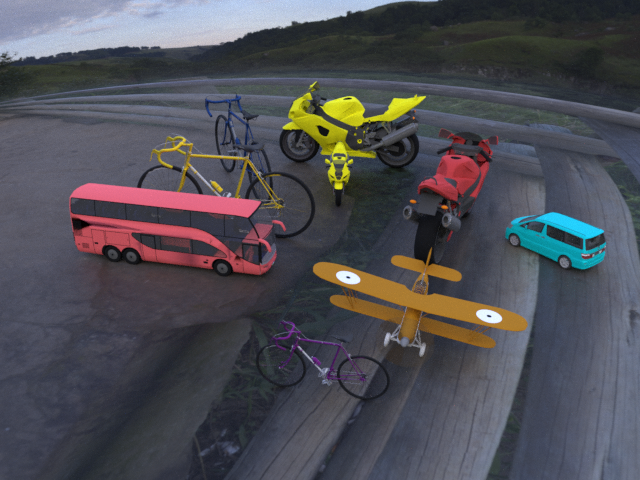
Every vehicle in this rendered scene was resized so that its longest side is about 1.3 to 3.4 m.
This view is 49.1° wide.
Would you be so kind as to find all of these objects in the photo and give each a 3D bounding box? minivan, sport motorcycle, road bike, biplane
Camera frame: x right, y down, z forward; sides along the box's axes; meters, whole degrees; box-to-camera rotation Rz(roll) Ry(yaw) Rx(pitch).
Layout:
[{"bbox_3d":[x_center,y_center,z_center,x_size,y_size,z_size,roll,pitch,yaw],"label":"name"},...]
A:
[{"bbox_3d":[3.637,-0.071,10.898,0.681,0.616,1.548,-19,32,-33],"label":"minivan"},{"bbox_3d":[2.091,-0.728,11.114,0.983,1.596,2.955,12,29,23],"label":"sport motorcycle"},{"bbox_3d":[-1.486,-1.773,13.129,0.696,1.656,3.004,-12,29,-23],"label":"road bike"},{"bbox_3d":[-1.557,-0.846,11.282,3.004,1.656,0.697,4,27,9],"label":"road bike"},{"bbox_3d":[0.613,-2.284,14.213,2.955,1.596,0.983,4,27,8],"label":"sport motorcycle"},{"bbox_3d":[1.260,0.776,8.804,2.598,0.981,2.120,7,28,14],"label":"biplane"},{"bbox_3d":[0.017,1.359,7.787,1.545,0.852,0.358,6,27,12],"label":"road bike"},{"bbox_3d":[0.357,-1.250,13.017,0.506,0.821,1.520,1,27,2],"label":"sport motorcycle"}]

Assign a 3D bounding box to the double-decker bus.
[{"bbox_3d":[-2.178,-0.163,10.595,3.251,1.052,0.756,7,27,13],"label":"double-decker bus"}]
